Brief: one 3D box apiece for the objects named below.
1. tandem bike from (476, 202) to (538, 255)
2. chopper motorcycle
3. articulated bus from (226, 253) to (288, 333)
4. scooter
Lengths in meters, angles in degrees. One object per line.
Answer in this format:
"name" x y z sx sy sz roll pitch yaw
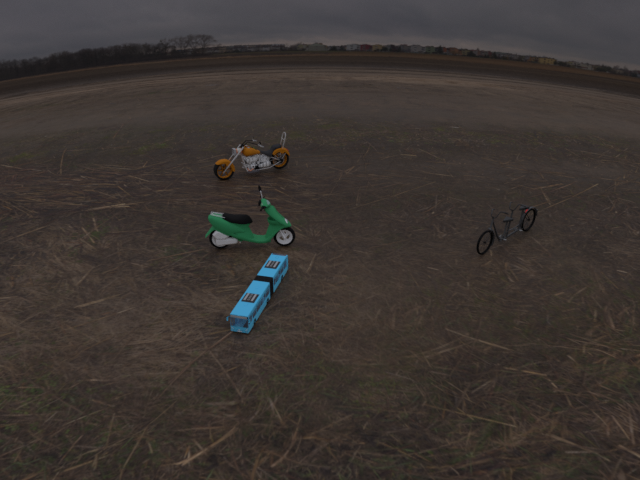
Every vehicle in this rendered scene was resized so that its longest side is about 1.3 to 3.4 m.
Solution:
"tandem bike" 2.983 -0.274 11.037 1.642 0.682 0.283 -23 35 -37
"chopper motorcycle" -1.321 -1.636 13.621 1.563 0.761 0.466 -13 30 -23
"articulated bus" -0.808 0.691 9.576 0.311 0.289 1.749 7 28 13
"scooter" -1.084 -0.299 10.824 1.399 0.919 0.662 -2 27 -4
